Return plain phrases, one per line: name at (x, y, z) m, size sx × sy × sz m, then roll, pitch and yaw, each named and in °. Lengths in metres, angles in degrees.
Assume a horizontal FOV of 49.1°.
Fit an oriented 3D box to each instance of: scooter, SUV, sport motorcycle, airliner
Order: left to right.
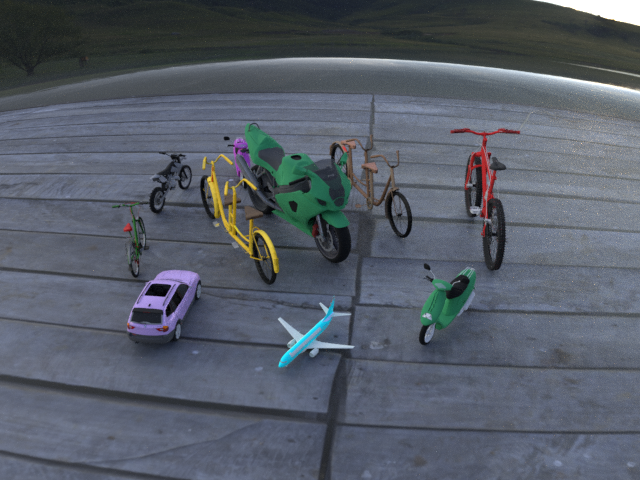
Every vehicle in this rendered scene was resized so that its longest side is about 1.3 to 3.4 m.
SUV at (-2.088, 0.806, 9.448) m, size 0.656 × 0.580 × 1.572 m, roll 4°, pitch 29°, yaw 6°
scooter at (-1.513, -1.643, 13.547) m, size 0.662 × 0.919 × 1.399 m, roll -5°, pitch 29°, yaw -9°
sport motorcycle at (-0.411, -0.808, 11.326) m, size 0.983 × 1.596 × 2.955 m, roll -18°, pitch 34°, yaw -29°
airliner at (-0.142, 1.175, 8.934) m, size 1.161 × 0.429 × 1.307 m, roll 17°, pitch 33°, yaw 28°
scooter at (1.703, 0.735, 9.227) m, size 0.662 × 0.919 × 1.399 m, roll 21°, pitch 35°, yaw 33°

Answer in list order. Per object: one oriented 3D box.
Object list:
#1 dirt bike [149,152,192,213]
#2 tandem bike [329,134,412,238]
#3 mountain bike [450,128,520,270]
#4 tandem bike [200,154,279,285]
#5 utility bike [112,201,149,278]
dirt bike at (-2.705, -1.108, 12.639) m, size 0.527 × 0.857 × 1.493 m, roll 9°, pitch 30°, yaw 16°
tandem bike at (0.832, -1.183, 12.288) m, size 0.550 × 1.326 × 3.192 m, roll -12°, pitch 31°, yaw -20°
mountain bike at (2.638, -0.775, 11.171) m, size 1.114 × 1.688 × 2.857 m, roll 1°, pitch 29°, yaw 1°
tandem bike at (-1.343, -0.450, 10.957) m, size 0.550 × 1.326 × 3.192 m, roll -14°, pitch 32°, yaw -24°
utility bike at (-2.865, -0.069, 10.659) m, size 0.535 × 0.946 × 1.435 m, roll -3°, pitch 29°, yaw -5°
